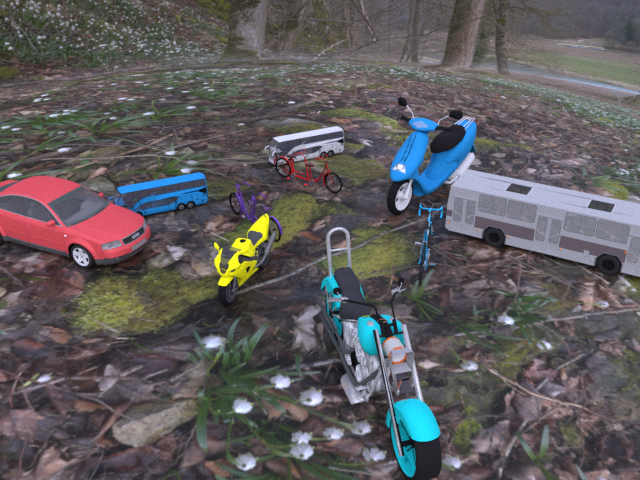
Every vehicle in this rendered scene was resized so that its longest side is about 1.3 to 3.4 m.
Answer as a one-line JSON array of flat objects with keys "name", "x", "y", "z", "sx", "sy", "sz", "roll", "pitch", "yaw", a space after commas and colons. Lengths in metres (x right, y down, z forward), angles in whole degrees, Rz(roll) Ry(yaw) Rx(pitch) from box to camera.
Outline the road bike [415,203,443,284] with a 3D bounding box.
[{"name": "road bike", "x": 1.573, "y": 0.007, "z": 10.343, "sx": 0.358, "sy": 0.852, "sz": 1.545, "roll": 6, "pitch": 29, "yaw": 12}]

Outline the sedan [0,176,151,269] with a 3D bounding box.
[{"name": "sedan", "x": -4.134, "y": -0.407, "z": 11.026, "sx": 3.137, "sy": 0.940, "sz": 1.235, "roll": 12, "pitch": 30, "yaw": 22}]

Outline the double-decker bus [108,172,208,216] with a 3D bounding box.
[{"name": "double-decker bus", "x": -2.773, "y": -0.749, "z": 12.089, "sx": 1.672, "sy": 0.541, "sz": 0.389, "roll": -13, "pitch": 31, "yaw": -23}]

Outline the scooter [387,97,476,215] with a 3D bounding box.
[{"name": "scooter", "x": 2.041, "y": -1.617, "z": 12.393, "sx": 1.288, "sy": 1.786, "sz": 2.721, "roll": 22, "pitch": 35, "yaw": 35}]

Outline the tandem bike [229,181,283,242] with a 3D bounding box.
[{"name": "tandem bike", "x": -1.082, "y": -0.509, "z": 11.490, "sx": 0.283, "sy": 0.682, "sz": 1.642, "roll": -19, "pitch": 34, "yaw": -31}]

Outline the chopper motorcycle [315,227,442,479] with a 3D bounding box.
[{"name": "chopper motorcycle", "x": 0.587, "y": 1.116, "z": 7.601, "sx": 0.906, "sy": 1.480, "sz": 3.040, "roll": -8, "pitch": 29, "yaw": -14}]

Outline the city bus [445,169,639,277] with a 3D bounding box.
[{"name": "city bus", "x": 3.624, "y": -0.247, "z": 10.775, "sx": 3.255, "sy": 0.894, "sz": 0.926, "roll": 15, "pitch": 32, "yaw": 26}]

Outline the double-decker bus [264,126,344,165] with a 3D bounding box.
[{"name": "double-decker bus", "x": -0.292, "y": -1.912, "z": 14.267, "sx": 1.672, "sy": 0.541, "sz": 0.389, "roll": -14, "pitch": 31, "yaw": -25}]

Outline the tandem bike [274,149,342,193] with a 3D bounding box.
[{"name": "tandem bike", "x": -0.244, "y": -1.346, "z": 13.058, "sx": 1.642, "sy": 0.682, "sz": 0.283, "roll": 20, "pitch": 34, "yaw": 33}]

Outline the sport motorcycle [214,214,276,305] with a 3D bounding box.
[{"name": "sport motorcycle", "x": -1.061, "y": 0.264, "z": 9.896, "sx": 0.506, "sy": 0.821, "sz": 1.520, "roll": 10, "pitch": 30, "yaw": 18}]
